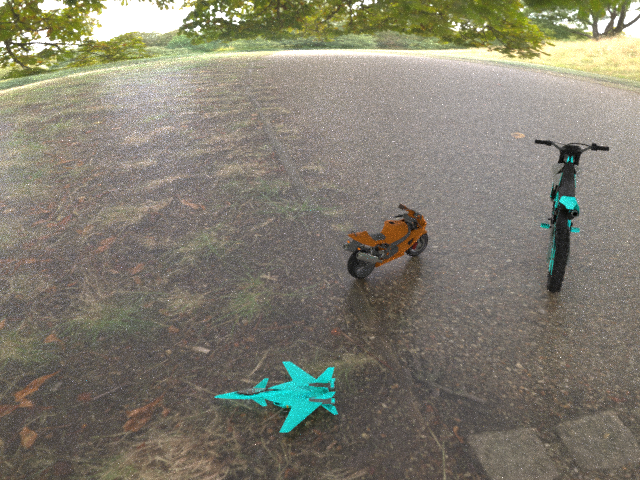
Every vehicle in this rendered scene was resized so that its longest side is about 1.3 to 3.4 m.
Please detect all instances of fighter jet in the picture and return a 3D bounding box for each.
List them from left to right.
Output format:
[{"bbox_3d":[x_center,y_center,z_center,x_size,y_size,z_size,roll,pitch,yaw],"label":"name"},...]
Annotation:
[{"bbox_3d":[-0.491,1.657,7.732,1.358,0.286,1.147,-1,29,-1],"label":"fighter jet"}]

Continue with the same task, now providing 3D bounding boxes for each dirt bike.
[{"bbox_3d":[3.529,-0.530,10.204,1.024,1.666,2.903,9,31,15],"label":"dirt bike"}]

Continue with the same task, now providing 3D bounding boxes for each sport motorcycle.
[{"bbox_3d":[0.995,0.030,10.071,1.520,0.821,0.506,-19,35,-31],"label":"sport motorcycle"}]
